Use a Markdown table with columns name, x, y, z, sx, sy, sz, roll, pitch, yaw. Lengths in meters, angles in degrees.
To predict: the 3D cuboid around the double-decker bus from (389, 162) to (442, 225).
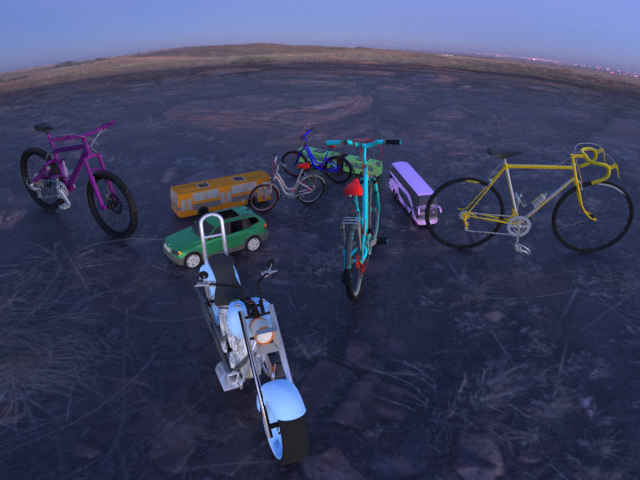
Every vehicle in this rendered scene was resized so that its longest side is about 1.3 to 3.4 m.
| name | x | y | z | sx | sy | sz | roll | pitch | yaw |
| --- | --- | --- | --- | --- | --- | --- | --- | --- | --- |
| double-decker bus | 1.563 | -0.785 | 11.761 | 0.389 | 0.541 | 1.672 | -5 | 28 | -11 |

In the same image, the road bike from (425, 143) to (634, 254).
| name | x | y | z | sx | sy | sz | roll | pitch | yaw |
| --- | --- | --- | --- | --- | --- | --- | --- | --- | --- |
| road bike | 3.047 | -0.578 | 10.133 | 3.004 | 1.656 | 0.696 | 2 | 27 | 3 |

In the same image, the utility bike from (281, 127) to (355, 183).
| name | x | y | z | sx | sy | sz | roll | pitch | yaw |
| --- | --- | --- | --- | --- | --- | --- | --- | --- | --- |
| utility bike | -0.060 | -1.493 | 12.701 | 1.435 | 0.946 | 0.535 | 9 | 29 | 17 |

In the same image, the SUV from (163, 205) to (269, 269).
| name | x | y | z | sx | sy | sz | roll | pitch | yaw |
| --- | --- | --- | --- | --- | --- | --- | --- | --- | --- |
| SUV | -1.535 | -0.089 | 10.357 | 1.572 | 0.580 | 0.656 | -16 | 31 | -28 |

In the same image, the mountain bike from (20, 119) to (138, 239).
| name | x | y | z | sx | sy | sz | roll | pitch | yaw |
| --- | --- | --- | --- | --- | --- | --- | --- | --- | --- |
| mountain bike | -3.885 | -1.028 | 10.977 | 2.857 | 1.688 | 1.114 | 19 | 32 | 32 |

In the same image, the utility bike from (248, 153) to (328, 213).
| name | x | y | z | sx | sy | sz | roll | pitch | yaw |
| --- | --- | --- | --- | --- | --- | --- | --- | --- | --- |
| utility bike | -0.501 | -0.937 | 11.615 | 1.435 | 0.946 | 0.535 | -12 | 29 | -22 |

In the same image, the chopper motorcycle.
| name | x | y | z | sx | sy | sz | roll | pitch | yaw |
| --- | --- | --- | --- | --- | --- | --- | --- | --- | --- |
| chopper motorcycle | -0.781 | 0.918 | 7.402 | 0.906 | 1.480 | 3.040 | -10 | 29 | -19 |

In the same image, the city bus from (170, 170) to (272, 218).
| name | x | y | z | sx | sy | sz | roll | pitch | yaw |
| --- | --- | --- | --- | --- | --- | --- | --- | --- | --- |
| city bus | -1.648 | -0.768 | 11.817 | 1.674 | 0.460 | 0.476 | -13 | 30 | -24 |

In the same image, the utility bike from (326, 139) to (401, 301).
| name | x | y | z | sx | sy | sz | roll | pitch | yaw |
| --- | --- | --- | --- | --- | --- | --- | --- | --- | --- |
| utility bike | 0.513 | -0.430 | 9.642 | 1.039 | 1.839 | 2.791 | 6 | 28 | 11 |

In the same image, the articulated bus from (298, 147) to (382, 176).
| name | x | y | z | sx | sy | sz | roll | pitch | yaw |
| --- | --- | --- | --- | --- | --- | --- | --- | --- | --- |
| articulated bus | 0.359 | -1.514 | 13.462 | 1.749 | 0.289 | 0.311 | 15 | 31 | 26 |
